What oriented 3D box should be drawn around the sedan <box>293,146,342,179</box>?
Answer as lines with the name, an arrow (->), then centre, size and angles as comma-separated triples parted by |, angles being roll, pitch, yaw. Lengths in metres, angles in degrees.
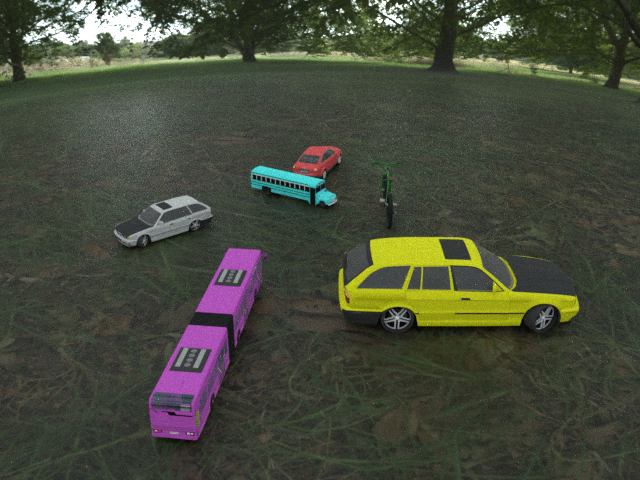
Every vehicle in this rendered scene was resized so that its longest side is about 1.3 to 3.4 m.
sedan -> -0.031, -1.634, 14.063 | 0.635, 0.483, 1.613 | 9, 28, 18

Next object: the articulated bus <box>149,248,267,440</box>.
articulated bus -> -1.256, 1.074, 8.488 | 0.605, 0.561, 3.401 | 3, 26, 6

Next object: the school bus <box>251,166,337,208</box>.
school bus -> -0.478, -0.975, 12.784 | 1.708, 0.434, 0.365 | 15, 30, 28

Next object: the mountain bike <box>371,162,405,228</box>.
mountain bike -> 1.166, -0.825, 11.990 | 0.573, 0.868, 1.469 | 0, 26, 1

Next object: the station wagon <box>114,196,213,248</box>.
station wagon -> -2.565, -0.340, 11.454 | 1.597, 0.473, 0.682 | -21, 33, -35

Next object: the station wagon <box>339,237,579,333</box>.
station wagon -> 1.802, 0.518, 9.210 | 3.105, 0.920, 1.327 | 0, 26, 0
